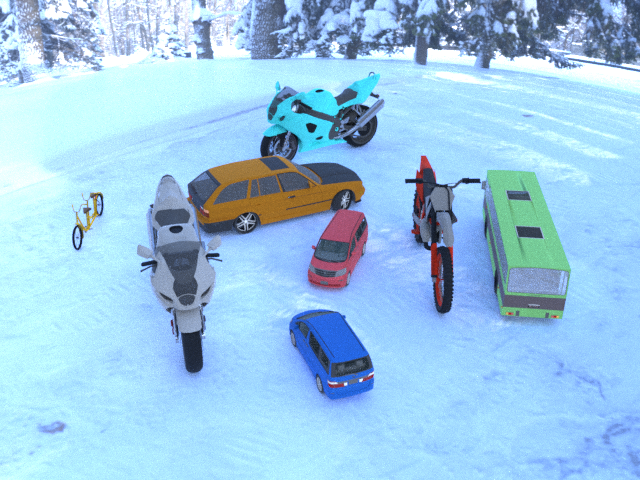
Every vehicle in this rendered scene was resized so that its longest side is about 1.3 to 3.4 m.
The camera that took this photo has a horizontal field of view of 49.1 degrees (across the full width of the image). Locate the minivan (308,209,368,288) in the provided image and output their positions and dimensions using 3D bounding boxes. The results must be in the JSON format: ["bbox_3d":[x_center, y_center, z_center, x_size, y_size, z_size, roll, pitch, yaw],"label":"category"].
[{"bbox_3d":[0.289,0.117,10.560,0.681,0.616,1.548,8,30,15],"label":"minivan"}]

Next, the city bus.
[{"bbox_3d":[2.995,-0.014,10.509,0.926,0.894,3.255,3,29,6],"label":"city bus"}]

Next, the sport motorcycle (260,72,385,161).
[{"bbox_3d":[0.048,-2.480,14.312,2.955,1.596,0.983,-19,34,-31],"label":"sport motorcycle"}]

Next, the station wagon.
[{"bbox_3d":[-0.724,-0.930,12.168,3.105,0.920,1.327,-13,31,-23],"label":"station wagon"}]

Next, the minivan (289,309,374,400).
[{"bbox_3d":[0.104,1.253,8.469,0.681,0.616,1.548,-10,30,-18],"label":"minivan"}]

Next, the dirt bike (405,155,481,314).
[{"bbox_3d":[1.658,-0.260,10.154,1.024,1.666,2.903,0,29,-1],"label":"dirt bike"}]

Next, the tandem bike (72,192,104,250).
[{"bbox_3d":[-3.826,-0.454,11.541,0.283,0.682,1.642,0,29,0],"label":"tandem bike"}]

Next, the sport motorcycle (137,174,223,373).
[{"bbox_3d":[-1.819,0.351,9.102,0.983,1.596,2.955,-7,29,-13],"label":"sport motorcycle"}]
